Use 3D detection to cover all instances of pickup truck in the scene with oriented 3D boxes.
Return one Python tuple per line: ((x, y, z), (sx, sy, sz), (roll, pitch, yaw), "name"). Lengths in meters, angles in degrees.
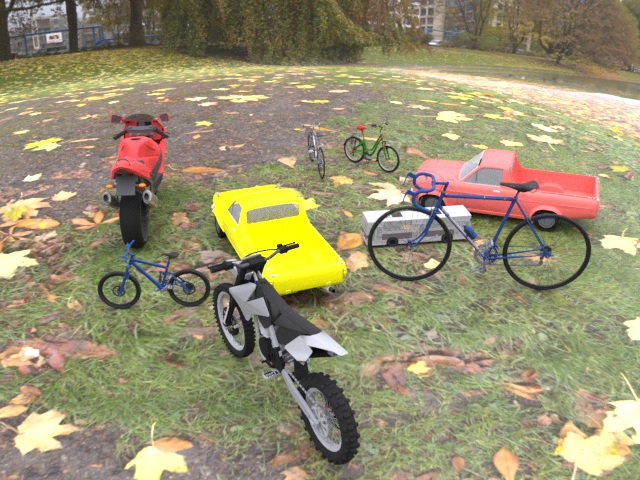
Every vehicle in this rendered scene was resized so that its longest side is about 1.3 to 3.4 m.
((3.125, -0.940, 11.871), (3.117, 0.993, 1.244), (9, 28, 17), "pickup truck")
((-0.704, -0.136, 10.288), (1.244, 0.993, 3.117), (-10, 29, -19), "pickup truck")

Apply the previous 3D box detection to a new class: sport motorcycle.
((-2.953, -1.069, 11.459), (0.983, 1.596, 2.955), (-3, 27, -5), "sport motorcycle")

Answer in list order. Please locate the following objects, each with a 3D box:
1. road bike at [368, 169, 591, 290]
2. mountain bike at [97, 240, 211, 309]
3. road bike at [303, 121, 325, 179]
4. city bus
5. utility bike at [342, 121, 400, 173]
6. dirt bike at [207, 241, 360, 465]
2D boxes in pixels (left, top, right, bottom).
((2.155, -0.104, 9.493), (3.004, 1.656, 0.697), (3, 27, 7), "road bike")
((-2.183, 0.507, 9.159), (1.469, 0.868, 0.573), (-2, 27, -3), "mountain bike")
((-0.076, -1.791, 13.702), (0.358, 0.852, 1.545), (-6, 27, -11), "road bike")
((1.506, -0.210, 11.023), (1.674, 0.460, 0.476), (-4, 27, -8), "city bus")
((1.029, -1.910, 13.833), (1.435, 0.946, 0.535), (22, 34, 36), "utility bike")
((-0.487, 0.999, 7.310), (1.024, 1.666, 2.903), (-16, 31, -29), "dirt bike")
